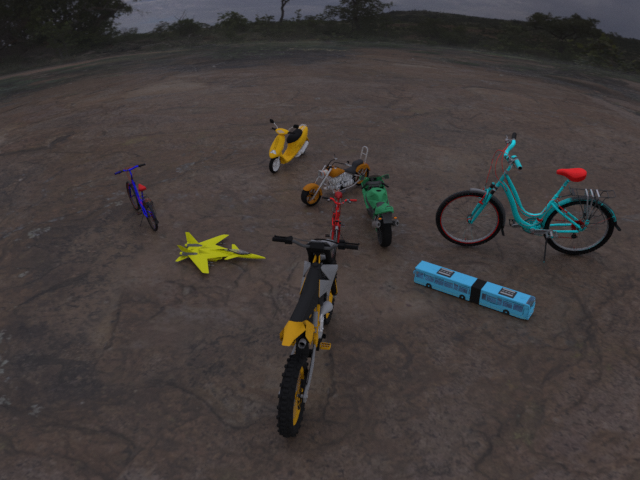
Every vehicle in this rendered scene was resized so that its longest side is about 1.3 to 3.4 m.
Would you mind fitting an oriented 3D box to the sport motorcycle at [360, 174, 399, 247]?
[{"bbox_3d":[0.956,-0.523,11.474,0.506,0.821,1.520,-4,31,-7],"label":"sport motorcycle"}]

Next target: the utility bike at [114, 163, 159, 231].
[{"bbox_3d":[-3.053,-0.729,11.696,0.535,0.946,1.435,-18,35,-27],"label":"utility bike"}]

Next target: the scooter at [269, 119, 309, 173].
[{"bbox_3d":[-0.611,-1.940,13.750,0.662,0.919,1.399,16,35,25],"label":"scooter"}]

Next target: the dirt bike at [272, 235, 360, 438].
[{"bbox_3d":[-0.114,0.869,8.316,1.024,1.666,2.903,6,31,10],"label":"dirt bike"}]

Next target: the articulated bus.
[{"bbox_3d":[2.158,0.699,9.946,1.749,0.289,0.311,18,35,28],"label":"articulated bus"}]

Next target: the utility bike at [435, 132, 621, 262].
[{"bbox_3d":[3.178,-0.544,10.515,2.791,1.839,1.039,4,31,7],"label":"utility bike"}]

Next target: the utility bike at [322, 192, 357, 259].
[{"bbox_3d":[0.301,-0.341,11.047,0.535,0.946,1.435,1,31,2],"label":"utility bike"}]

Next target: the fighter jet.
[{"bbox_3d":[-1.511,0.151,10.865,1.358,0.286,1.147,5,31,8],"label":"fighter jet"}]

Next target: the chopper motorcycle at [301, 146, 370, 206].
[{"bbox_3d":[0.297,-1.152,12.584,1.563,0.761,0.466,-23,38,-34],"label":"chopper motorcycle"}]
